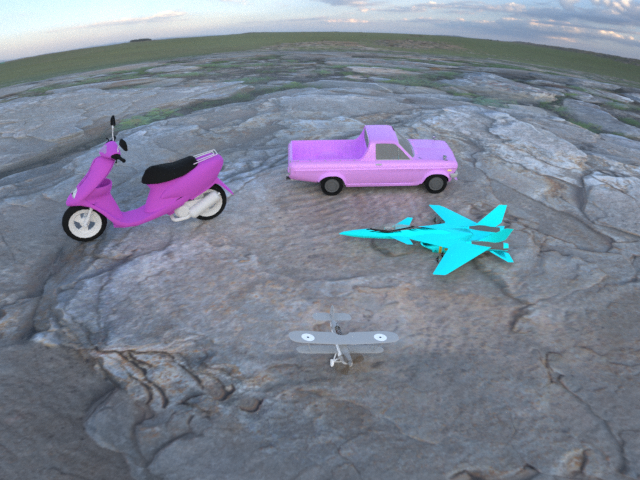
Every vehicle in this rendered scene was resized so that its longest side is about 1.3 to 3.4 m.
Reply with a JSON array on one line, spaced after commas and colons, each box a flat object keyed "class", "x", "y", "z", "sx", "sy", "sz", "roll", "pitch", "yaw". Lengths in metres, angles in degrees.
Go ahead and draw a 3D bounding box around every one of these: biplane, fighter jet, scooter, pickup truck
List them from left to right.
[{"class": "scooter", "x": -2.725, "y": -0.959, "z": 10.992, "sx": 2.721, "sy": 1.786, "sz": 1.288, "roll": -11, "pitch": 31, "yaw": -19}, {"class": "biplane", "x": 0.258, "y": 1.188, "z": 8.483, "sx": 1.336, "sy": 0.504, "sz": 1.090, "roll": -6, "pitch": 30, "yaw": -10}, {"class": "pickup truck", "x": 0.936, "y": -1.518, "z": 12.794, "sx": 3.117, "sy": 0.993, "sz": 1.244, "roll": -1, "pitch": 29, "yaw": -2}, {"class": "fighter jet", "x": 1.613, "y": -0.180, "z": 10.861, "sx": 2.640, "sy": 0.557, "sz": 2.229, "roll": 3, "pitch": 30, "yaw": 5}]
